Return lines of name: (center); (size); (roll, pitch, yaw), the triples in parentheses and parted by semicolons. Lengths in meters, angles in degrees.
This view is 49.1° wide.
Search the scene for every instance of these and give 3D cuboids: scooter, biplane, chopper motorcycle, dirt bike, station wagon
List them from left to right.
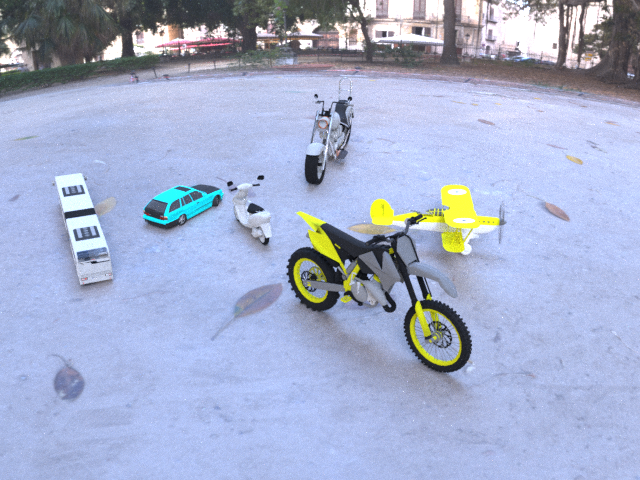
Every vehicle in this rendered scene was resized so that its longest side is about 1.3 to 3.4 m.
station wagon: (-2.379, -0.698, 12.342); (0.682, 0.473, 1.597); (16, 31, 28)
scooter: (-1.139, -0.533, 11.515); (0.662, 0.919, 1.399); (-14, 30, -26)
chopper motorcycle: (0.211, -2.297, 14.410); (0.906, 1.480, 3.040); (7, 27, 13)
dirt bike: (0.647, 0.490, 8.638); (2.903, 1.666, 1.024); (23, 34, 38)
biplane: (1.848, -0.319, 11.018); (2.120, 0.981, 2.598); (3, 27, 7)

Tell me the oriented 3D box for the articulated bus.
articulated bus: (-3.888, -0.279, 11.408); (0.605, 0.561, 3.401); (-11, 29, -21)
